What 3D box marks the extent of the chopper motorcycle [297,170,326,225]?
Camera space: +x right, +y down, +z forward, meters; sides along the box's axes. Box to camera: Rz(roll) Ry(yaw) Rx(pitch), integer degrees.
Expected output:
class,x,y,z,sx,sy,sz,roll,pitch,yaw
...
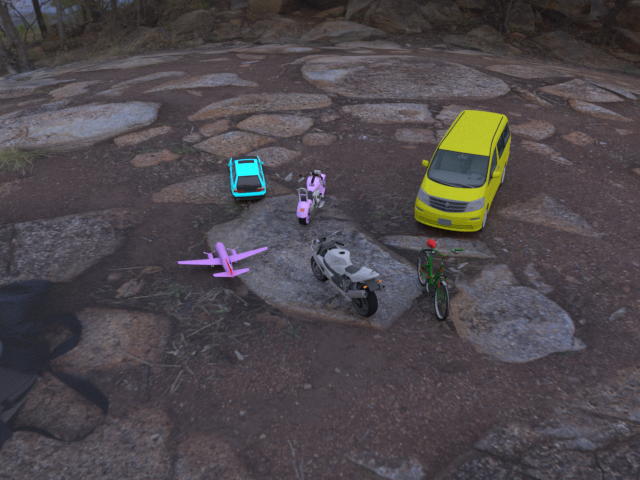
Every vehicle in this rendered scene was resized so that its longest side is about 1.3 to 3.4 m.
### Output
class,x,y,z,sx,sy,sz,roll,pitch,yaw
chopper motorcycle,-0.123,-0.847,11.991,0.466,0.761,1.563,7,31,11

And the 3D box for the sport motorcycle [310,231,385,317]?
class,x,y,z,sx,sy,sz,roll,pitch,yaw
sport motorcycle,0.318,0.451,9.698,0.506,0.821,1.520,-19,35,-29

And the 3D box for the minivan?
class,x,y,z,sx,sy,sz,roll,pitch,yaw
minivan,2.564,-1.258,12.264,1.324,1.197,3.011,12,32,19

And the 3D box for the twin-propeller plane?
class,x,y,z,sx,sy,sz,roll,pitch,yaw
twin-propeller plane,-1.424,0.248,10.459,1.370,0.407,1.095,-9,32,-16

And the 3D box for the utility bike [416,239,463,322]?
class,x,y,z,sx,sy,sz,roll,pitch,yaw
utility bike,1.610,0.419,9.629,0.535,0.946,1.435,-4,30,-7

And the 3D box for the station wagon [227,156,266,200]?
class,x,y,z,sx,sy,sz,roll,pitch,yaw
station wagon,-1.359,-1.253,12.974,0.682,0.473,1.597,-4,30,-8
